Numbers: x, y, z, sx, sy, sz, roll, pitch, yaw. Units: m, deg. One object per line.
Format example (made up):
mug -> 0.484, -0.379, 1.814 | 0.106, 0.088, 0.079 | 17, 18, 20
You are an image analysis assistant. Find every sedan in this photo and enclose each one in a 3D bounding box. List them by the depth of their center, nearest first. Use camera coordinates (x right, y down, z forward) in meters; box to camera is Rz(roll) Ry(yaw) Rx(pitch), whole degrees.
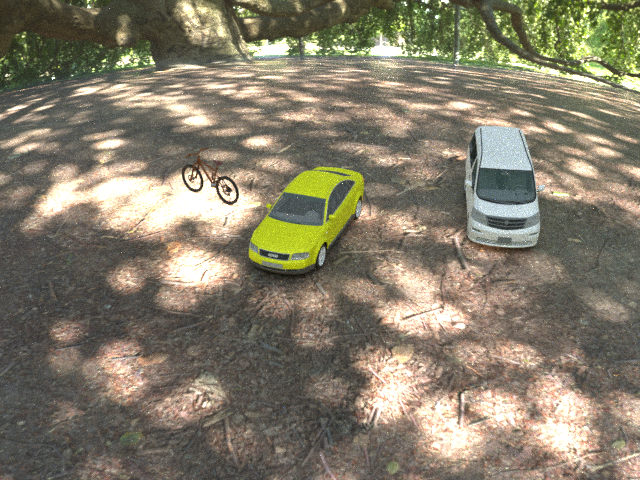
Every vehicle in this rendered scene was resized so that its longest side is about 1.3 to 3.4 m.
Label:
sedan -> -0.164, -0.493, 11.745 | 1.235, 0.940, 3.137 | 10, 31, 18

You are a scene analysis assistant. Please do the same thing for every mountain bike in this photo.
mountain bike -> -2.070, -1.181, 13.059 | 1.469, 0.868, 0.573 | 20, 35, 32

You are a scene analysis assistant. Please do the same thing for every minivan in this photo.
minivan -> 3.190, -0.990, 12.375 | 1.324, 1.197, 3.011 | 4, 29, 8
